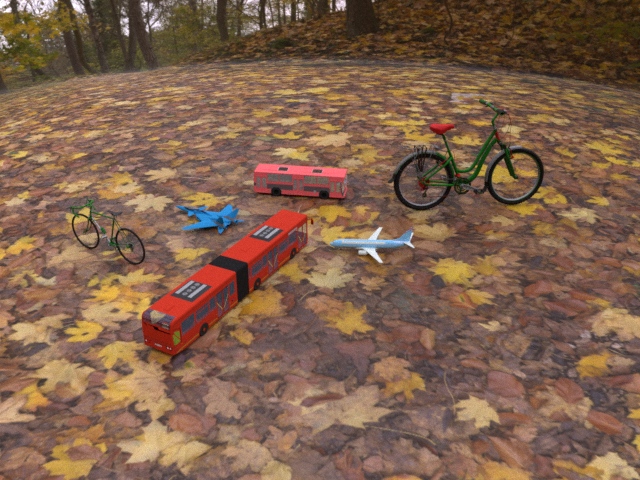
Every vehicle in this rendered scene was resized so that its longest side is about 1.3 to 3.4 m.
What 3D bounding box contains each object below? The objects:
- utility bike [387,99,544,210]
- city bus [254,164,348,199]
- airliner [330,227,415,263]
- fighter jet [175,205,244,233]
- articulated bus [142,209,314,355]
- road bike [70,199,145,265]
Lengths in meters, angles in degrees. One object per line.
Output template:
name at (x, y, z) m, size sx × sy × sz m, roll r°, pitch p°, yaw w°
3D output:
utility bike at (2.522, -1.452, 12.024) m, size 2.791 × 1.839 × 1.039 m, roll -3°, pitch 28°, yaw -7°
city bus at (-0.348, -1.060, 12.761) m, size 1.674 × 0.460 × 0.476 m, roll 4°, pitch 28°, yaw 8°
airliner at (0.801, -0.023, 10.824) m, size 1.307 × 0.429 × 1.161 m, roll 2°, pitch 28°, yaw 4°
fighter jet at (-1.985, -0.485, 11.855) m, size 1.358 × 0.286 × 1.147 m, roll 19°, pitch 33°, yaw 31°
articulated bus at (-1.162, 0.461, 9.762) m, size 0.605 × 0.561 × 3.401 m, roll 14°, pitch 31°, yaw 25°
road bike at (-3.231, -0.131, 10.576) m, size 1.545 × 0.852 × 0.358 m, roll 16°, pitch 32°, yaw 27°
